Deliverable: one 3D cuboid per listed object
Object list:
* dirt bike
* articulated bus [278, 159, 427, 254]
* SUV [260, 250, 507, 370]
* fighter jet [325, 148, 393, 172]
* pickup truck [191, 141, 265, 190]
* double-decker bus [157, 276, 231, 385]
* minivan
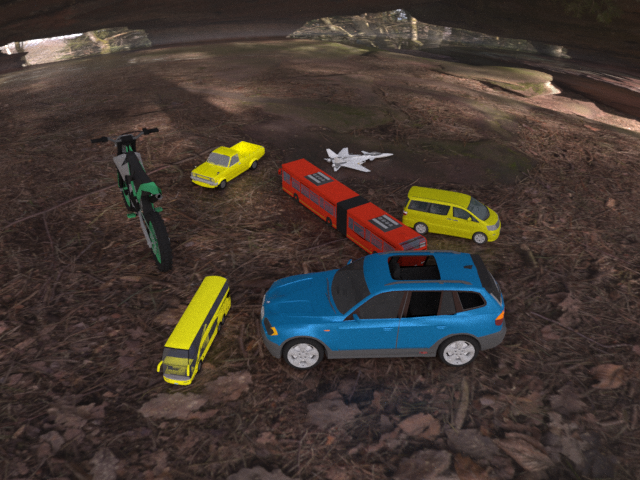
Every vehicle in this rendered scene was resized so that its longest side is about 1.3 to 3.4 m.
[{"bbox_3d":[-2.809,-0.763,10.783,1.024,1.666,2.903,-14,34,-22],"label":"dirt bike"},{"bbox_3d":[0.434,-0.465,11.355,0.605,0.561,3.401,-19,36,-28],"label":"articulated bus"},{"bbox_3d":[0.773,0.789,8.752,3.058,1.128,1.276,-1,31,-1],"label":"SUV"},{"bbox_3d":[0.806,-1.640,13.546,1.358,0.286,1.147,-11,33,-17],"label":"fighter jet"},{"bbox_3d":[-1.698,-1.460,13.035,0.640,0.511,1.603,17,35,26],"label":"pickup truck"},{"bbox_3d":[-1.533,1.120,8.775,0.389,0.541,1.672,6,32,10],"label":"double-decker bus"},{"bbox_3d":[2.121,-0.420,11.228,1.548,0.616,0.681,10,33,16],"label":"minivan"}]
